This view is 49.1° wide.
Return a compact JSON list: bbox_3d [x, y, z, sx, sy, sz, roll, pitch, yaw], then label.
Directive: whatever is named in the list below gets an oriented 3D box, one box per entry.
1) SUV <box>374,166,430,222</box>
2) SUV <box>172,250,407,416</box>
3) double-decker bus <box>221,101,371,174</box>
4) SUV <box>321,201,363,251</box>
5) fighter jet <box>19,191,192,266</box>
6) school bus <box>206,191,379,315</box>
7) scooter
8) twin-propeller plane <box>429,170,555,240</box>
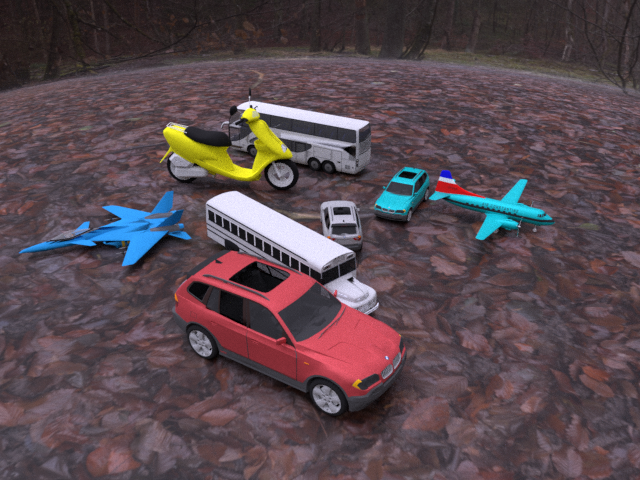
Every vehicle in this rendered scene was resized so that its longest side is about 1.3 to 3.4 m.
[{"bbox_3d":[1.502,-0.853,12.620,0.656,0.580,1.572,13,31,22],"label":"SUV"},{"bbox_3d":[-0.429,1.010,8.642,3.058,1.128,1.276,17,33,29],"label":"SUV"},{"bbox_3d":[-0.510,-2.148,14.497,3.251,1.052,0.756,15,32,25],"label":"double-decker bus"},{"bbox_3d":[0.348,-0.319,11.644,0.656,0.580,1.572,-1,29,-2],"label":"SUV"},{"bbox_3d":[-3.547,-0.193,11.438,2.640,0.557,2.229,-11,31,-20],"label":"fighter jet"},{"bbox_3d":[-0.487,0.197,10.426,0.709,0.844,3.322,-24,36,-36],"label":"school bus"},{"bbox_3d":[-1.737,-1.836,13.161,2.721,1.786,1.288,5,29,9],"label":"scooter"},{"bbox_3d":[2.985,-0.662,12.050,2.129,0.792,2.663,15,32,25],"label":"twin-propeller plane"}]
